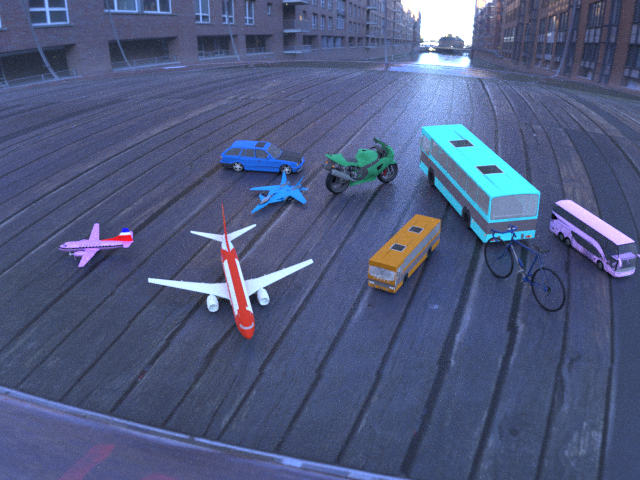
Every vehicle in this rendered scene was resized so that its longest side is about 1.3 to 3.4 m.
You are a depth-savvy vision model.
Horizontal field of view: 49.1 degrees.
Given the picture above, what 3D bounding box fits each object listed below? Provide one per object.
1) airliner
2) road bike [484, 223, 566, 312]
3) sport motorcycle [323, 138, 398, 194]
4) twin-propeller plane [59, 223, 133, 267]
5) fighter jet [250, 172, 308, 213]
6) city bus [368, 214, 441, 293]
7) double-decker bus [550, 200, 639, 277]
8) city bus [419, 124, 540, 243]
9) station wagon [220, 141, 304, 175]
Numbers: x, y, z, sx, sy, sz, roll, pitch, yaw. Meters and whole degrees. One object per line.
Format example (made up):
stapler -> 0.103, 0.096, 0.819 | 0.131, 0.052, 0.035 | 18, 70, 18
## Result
airliner -> -1.135, 0.380, 9.275 | 2.257, 0.835, 2.541 | -6, 28, -12
road bike -> 2.719, 0.333, 9.347 | 0.358, 0.852, 1.545 | -14, 31, -25
sport motorcycle -> 0.752, -1.308, 12.494 | 1.520, 0.821, 0.506 | -14, 31, -24
twin-propeller plane -> -3.336, 0.027, 10.404 | 1.095, 0.407, 1.370 | -3, 28, -6
fighter jet -> -0.796, -0.794, 12.091 | 1.147, 0.286, 1.358 | 15, 32, 27
city bus -> 1.235, 0.182, 10.054 | 0.476, 0.460, 1.674 | 15, 31, 26
double-decker bus -> 4.038, -0.027, 10.364 | 0.389, 0.541, 1.672 | -9, 29, -16
city bus -> 2.571, -1.008, 11.847 | 0.926, 0.894, 3.255 | -5, 28, -10
station wagon -> -1.095, -1.608, 13.436 | 1.597, 0.473, 0.682 | 5, 28, 9
